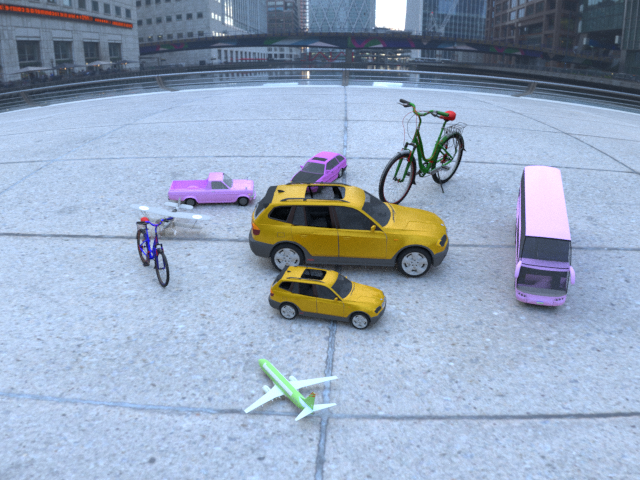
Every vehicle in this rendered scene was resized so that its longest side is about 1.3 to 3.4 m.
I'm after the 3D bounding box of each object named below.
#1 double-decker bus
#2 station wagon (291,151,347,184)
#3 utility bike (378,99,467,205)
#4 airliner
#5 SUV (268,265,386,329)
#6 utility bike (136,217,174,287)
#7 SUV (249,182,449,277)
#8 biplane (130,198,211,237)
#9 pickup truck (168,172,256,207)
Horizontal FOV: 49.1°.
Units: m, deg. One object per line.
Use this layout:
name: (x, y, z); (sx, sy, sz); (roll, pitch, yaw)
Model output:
double-decker bus: (3.342, -0.131, 10.595); (0.756, 1.052, 3.251); (6, 26, 13)
station wagon: (-0.024, -1.377, 13.912); (0.682, 0.473, 1.597); (12, 28, 23)
utility bike: (2.061, -1.682, 12.958); (1.039, 1.839, 2.791); (21, 33, 37)
airliner: (-0.378, 1.551, 7.761); (1.161, 0.429, 1.307); (-15, 29, -28)
SUV: (0.097, 0.722, 9.339); (1.572, 0.580, 0.656); (6, 26, 13)
utility bike: (-2.450, 0.051, 10.334); (0.535, 0.946, 1.435); (-14, 29, -28)
SUV: (0.438, -0.225, 10.705); (3.058, 1.128, 1.276); (2, 25, 4)
biplane: (-2.465, -0.403, 11.813); (1.336, 0.504, 1.090); (1, 25, 3)
pickup truck: (-1.996, -0.958, 12.981); (1.603, 0.511, 0.640); (-2, 25, -3)
